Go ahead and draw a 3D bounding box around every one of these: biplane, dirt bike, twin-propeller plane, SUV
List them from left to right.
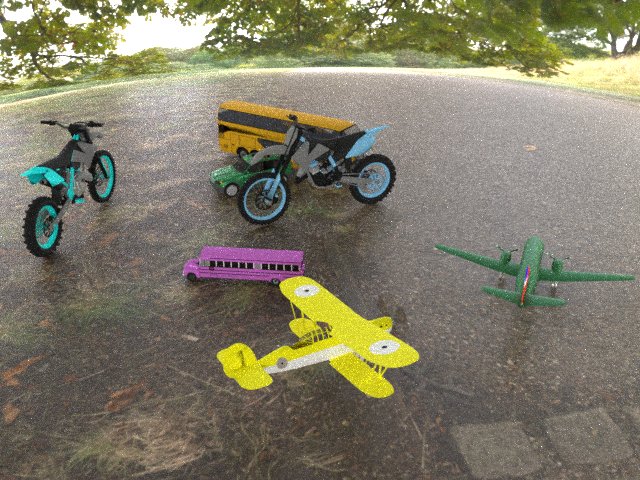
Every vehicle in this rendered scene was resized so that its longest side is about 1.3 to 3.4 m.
[{"bbox_3d":[-3.936,-0.979,11.049,1.024,1.666,2.903,4,27,8],"label":"dirt bike"},{"bbox_3d":[-1.241,-1.250,12.788,1.572,0.580,0.656,-13,29,-23],"label":"SUV"},{"bbox_3d":[-0.057,1.140,7.619,2.120,0.981,2.598,-13,30,-24],"label":"biplane"},{"bbox_3d":[0.009,-1.178,11.442,2.903,1.666,1.024,-12,29,-23],"label":"dirt bike"},{"bbox_3d":[2.838,0.319,9.451,2.663,0.792,2.129,10,28,18],"label":"twin-propeller plane"}]

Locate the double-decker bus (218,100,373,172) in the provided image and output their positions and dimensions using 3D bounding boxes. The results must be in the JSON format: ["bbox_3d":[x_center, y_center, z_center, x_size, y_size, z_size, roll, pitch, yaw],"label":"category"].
[{"bbox_3d":[-0.568,-1.953,13.655,3.251,1.052,0.756,16,31,28],"label":"double-decker bus"}]

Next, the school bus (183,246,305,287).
[{"bbox_3d":[-1.071,0.354,9.779,1.708,0.434,0.365,3,27,6],"label":"school bus"}]
